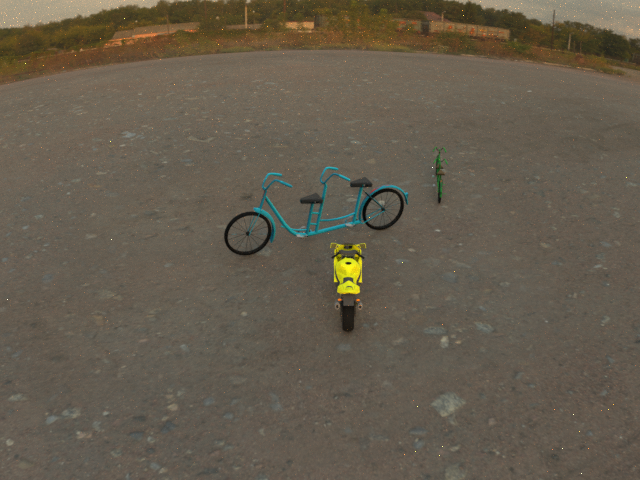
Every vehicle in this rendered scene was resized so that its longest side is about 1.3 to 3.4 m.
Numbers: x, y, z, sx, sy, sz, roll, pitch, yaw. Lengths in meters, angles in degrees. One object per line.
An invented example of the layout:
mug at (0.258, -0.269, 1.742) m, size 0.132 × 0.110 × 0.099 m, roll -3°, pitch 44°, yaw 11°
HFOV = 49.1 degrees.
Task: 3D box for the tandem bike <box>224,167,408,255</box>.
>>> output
tandem bike at (0.001, -0.545, 11.238) m, size 3.192 × 1.326 × 0.550 m, roll -11°, pitch 32°, yaw -18°

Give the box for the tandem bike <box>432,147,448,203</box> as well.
tandem bike at (2.240, -1.281, 13.152) m, size 0.283 × 0.682 × 1.642 m, roll 3°, pitch 30°, yaw 5°

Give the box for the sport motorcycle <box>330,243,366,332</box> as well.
sport motorcycle at (0.390, 0.598, 9.766) m, size 0.506 × 0.821 × 1.520 m, roll 1°, pitch 30°, yaw 1°
